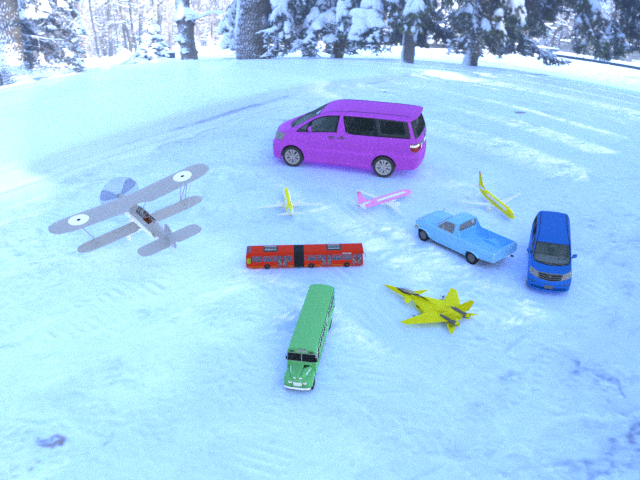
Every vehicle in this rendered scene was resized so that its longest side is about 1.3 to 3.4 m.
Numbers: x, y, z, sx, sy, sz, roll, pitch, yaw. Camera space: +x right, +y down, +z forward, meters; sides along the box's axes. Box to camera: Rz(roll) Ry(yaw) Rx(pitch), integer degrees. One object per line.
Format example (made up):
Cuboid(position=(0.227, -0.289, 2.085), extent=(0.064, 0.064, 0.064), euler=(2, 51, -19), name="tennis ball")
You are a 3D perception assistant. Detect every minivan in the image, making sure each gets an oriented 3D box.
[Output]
Cuboid(position=(3.346, 0.153, 10.163), extent=(0.681, 0.616, 1.548), euler=(8, 29, 14), name="minivan")
Cuboid(position=(0.555, -2.080, 13.710), extent=(3.011, 1.197, 1.324), euler=(8, 29, 15), name="minivan")

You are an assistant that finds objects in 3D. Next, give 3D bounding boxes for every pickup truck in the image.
Cuboid(position=(2.211, -0.100, 10.744), extent=(0.640, 0.511, 1.603), euler=(-22, 35, -35), name="pickup truck")

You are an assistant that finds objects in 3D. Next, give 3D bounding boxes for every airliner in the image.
Cuboid(position=(1.117, -0.793, 12.122), extent=(1.307, 0.429, 1.161), euler=(-20, 34, -32), name="airliner")
Cuboid(position=(-0.544, -0.724, 11.994), extent=(1.161, 0.429, 1.307), euler=(-3, 28, -6), name="airliner")
Cuboid(position=(3.022, -0.761, 12.063), extent=(1.161, 0.429, 1.307), euler=(-8, 29, -15), name="airliner")

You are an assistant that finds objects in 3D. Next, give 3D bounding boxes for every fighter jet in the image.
Cuboid(position=(1.381, 0.773, 9.355), extent=(1.358, 0.286, 1.147), euler=(25, 37, 38), name="fighter jet")

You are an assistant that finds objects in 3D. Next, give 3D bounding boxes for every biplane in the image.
Cuboid(position=(-2.677, -0.290, 10.602), extent=(2.598, 0.981, 2.120), euler=(-19, 34, -31), name="biplane")

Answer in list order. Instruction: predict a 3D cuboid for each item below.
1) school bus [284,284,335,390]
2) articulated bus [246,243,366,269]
Cuboid(position=(-0.113, 1.152, 8.492), extent=(0.365, 0.434, 1.708), euler=(5, 29, 9), name="school bus")
Cuboid(position=(-0.214, 0.234, 10.356), extent=(1.749, 0.289, 0.311), euler=(-1, 28, -3), name="articulated bus")
